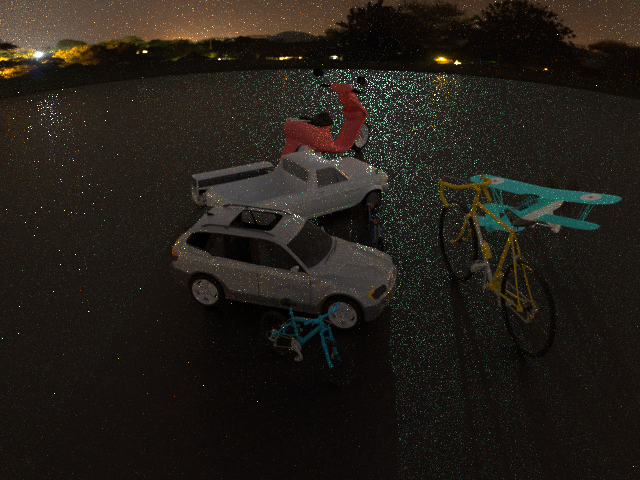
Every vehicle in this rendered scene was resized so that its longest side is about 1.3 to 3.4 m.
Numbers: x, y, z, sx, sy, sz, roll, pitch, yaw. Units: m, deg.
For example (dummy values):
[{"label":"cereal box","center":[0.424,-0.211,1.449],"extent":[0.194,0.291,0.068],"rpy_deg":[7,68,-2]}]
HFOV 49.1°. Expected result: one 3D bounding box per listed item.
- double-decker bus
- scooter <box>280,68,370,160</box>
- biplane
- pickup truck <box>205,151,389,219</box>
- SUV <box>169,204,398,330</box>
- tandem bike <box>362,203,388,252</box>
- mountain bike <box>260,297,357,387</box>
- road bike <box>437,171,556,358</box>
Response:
[{"label":"double-decker bus","center":[-1.480,-1.027,12.584],"extent":[1.672,0.541,0.389],"rpy_deg":[-14,30,-26]},{"label":"scooter","center":[0.176,-2.370,13.876],"extent":[1.288,1.786,2.721],"rpy_deg":[20,33,35]},{"label":"biplane","center":[3.224,-0.477,10.994],"extent":[2.120,0.981,2.598],"rpy_deg":[-21,33,-35]},{"label":"pickup truck","center":[-0.330,-0.893,11.812],"extent":[3.117,0.993,1.244],"rpy_deg":[-17,31,-30]},{"label":"SUV","center":[-0.491,0.263,9.352],"extent":[3.058,1.128,1.276],"rpy_deg":[8,28,15]},{"label":"tandem bike","center":[0.845,-0.236,10.846],"extent":[0.283,0.682,1.642],"rpy_deg":[-2,27,-4]},{"label":"mountain bike","center":[-0.165,1.099,7.972],"extent":[1.469,0.868,0.573],"rpy_deg":[22,34,36]},{"label":"road bike","center":[2.178,0.189,8.911],"extent":[0.697,1.656,3.004],"rpy_deg":[-7,27,-14]}]
